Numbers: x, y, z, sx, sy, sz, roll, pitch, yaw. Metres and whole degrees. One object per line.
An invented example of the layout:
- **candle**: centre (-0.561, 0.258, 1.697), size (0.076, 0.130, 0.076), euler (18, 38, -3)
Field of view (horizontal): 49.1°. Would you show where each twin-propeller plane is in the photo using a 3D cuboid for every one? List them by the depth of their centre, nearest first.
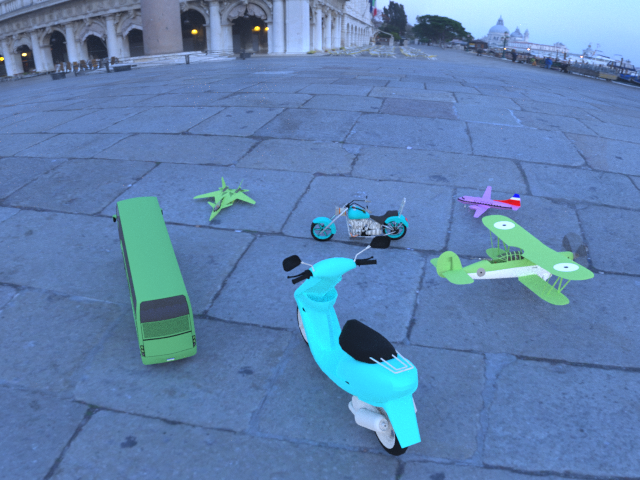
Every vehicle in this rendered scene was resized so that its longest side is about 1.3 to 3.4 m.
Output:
- **twin-propeller plane**: centre (2.934, -0.688, 12.185), size (1.095, 0.407, 1.370), euler (11, 30, 19)

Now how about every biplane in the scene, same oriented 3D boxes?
- **biplane**: centre (2.601, 0.331, 9.700), size (2.120, 0.981, 2.598), euler (-6, 29, -11)

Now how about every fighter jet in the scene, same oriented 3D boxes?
- **fighter jet**: centre (-1.728, -0.719, 12.369), size (1.147, 0.286, 1.358), euler (6, 29, 10)

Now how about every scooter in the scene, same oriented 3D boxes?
- **scooter**: centre (0.320, 0.985, 7.645), size (1.288, 1.786, 2.721), euler (-12, 31, -22)

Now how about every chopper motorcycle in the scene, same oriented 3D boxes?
- **chopper motorcycle**: centre (0.631, -0.330, 11.152), size (1.563, 0.761, 0.466), euler (1, 28, 1)

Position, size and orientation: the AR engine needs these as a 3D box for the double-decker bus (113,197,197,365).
- **double-decker bus**: centre (-2.300, 0.388, 9.519), size (0.756, 1.052, 3.251), euler (-9, 30, -16)
